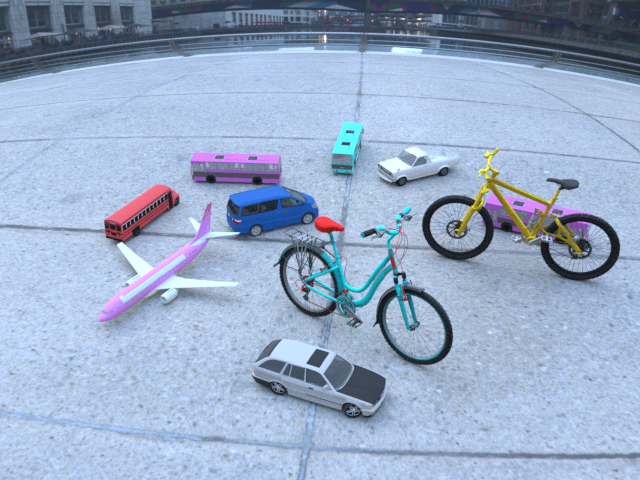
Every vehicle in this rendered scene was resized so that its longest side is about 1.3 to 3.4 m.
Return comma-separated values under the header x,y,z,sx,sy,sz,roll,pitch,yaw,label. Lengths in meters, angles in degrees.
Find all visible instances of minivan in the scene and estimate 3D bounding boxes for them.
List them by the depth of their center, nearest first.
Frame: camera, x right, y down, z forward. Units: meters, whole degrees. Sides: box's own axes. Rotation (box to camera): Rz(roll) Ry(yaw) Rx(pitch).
x,y,z,sx,sy,sz,roll,pitch,yaw,label
-0.780,-0.549,11.743,1.548,0.616,0.681,-14,33,-22,minivan

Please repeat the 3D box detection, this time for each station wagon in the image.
x,y,z,sx,sy,sz,roll,pitch,yaw,label
0.008,1.582,8.265,1.597,0.473,0.682,13,33,20,station wagon

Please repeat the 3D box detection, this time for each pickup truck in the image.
x,y,z,sx,sy,sz,roll,pitch,yaw,label
1.900,-1.491,13.445,1.603,0.511,0.640,-15,34,-24,pickup truck

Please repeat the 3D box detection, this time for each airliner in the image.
x,y,z,sx,sy,sz,roll,pitch,yaw,label
-2.284,0.309,10.069,2.257,0.835,2.541,16,34,26,airliner

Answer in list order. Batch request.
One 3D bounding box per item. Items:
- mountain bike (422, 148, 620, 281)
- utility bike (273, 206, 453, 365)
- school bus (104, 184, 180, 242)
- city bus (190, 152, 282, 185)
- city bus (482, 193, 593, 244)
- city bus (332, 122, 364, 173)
x,y,z,sx,sy,sz,roll,pitch,yaw,label
2.932,-0.299,10.261,2.857,1.688,1.114,10,32,16,mountain bike
0.531,0.405,8.917,2.791,1.839,1.039,21,37,32,utility bike
-2.964,-0.509,11.853,0.365,0.434,1.708,12,33,20,school bus
-1.578,-1.346,13.249,1.674,0.460,0.476,2,31,4,city bus
3.557,-0.326,11.517,1.674,0.460,0.476,15,34,23,city bus
0.562,-1.849,14.103,0.476,0.460,1.674,5,31,8,city bus
